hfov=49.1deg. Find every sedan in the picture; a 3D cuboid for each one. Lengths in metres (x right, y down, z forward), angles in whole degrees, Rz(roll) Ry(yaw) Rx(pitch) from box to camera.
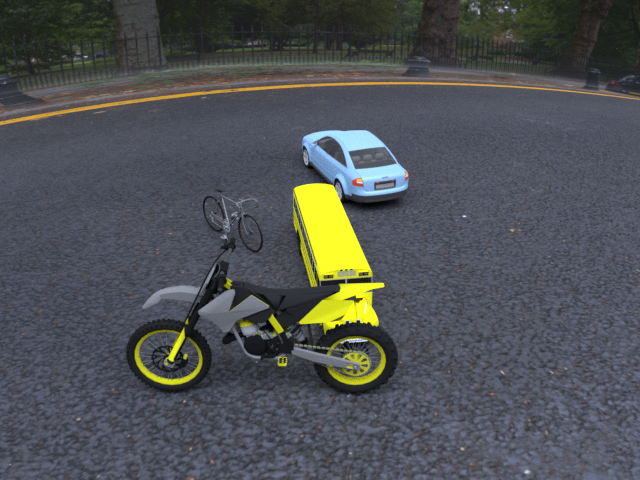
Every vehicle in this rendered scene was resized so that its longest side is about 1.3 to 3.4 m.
[{"bbox_3d":[0.565,-1.553,12.984,1.235,0.940,3.137,-9,28,-18],"label":"sedan"}]

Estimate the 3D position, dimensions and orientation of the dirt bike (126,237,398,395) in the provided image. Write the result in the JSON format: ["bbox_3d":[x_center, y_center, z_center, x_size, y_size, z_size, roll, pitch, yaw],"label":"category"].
[{"bbox_3d":[-0.619,0.929,7.308,2.903,1.666,1.024,0,27,0],"label":"dirt bike"}]

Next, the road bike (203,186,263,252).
[{"bbox_3d":[-1.367,-0.370,10.758,0.358,0.852,1.545,-23,35,-37],"label":"road bike"}]

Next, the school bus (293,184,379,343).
[{"bbox_3d":[0.152,0.230,9.588,0.709,0.844,3.322,-4,27,-8],"label":"school bus"}]
